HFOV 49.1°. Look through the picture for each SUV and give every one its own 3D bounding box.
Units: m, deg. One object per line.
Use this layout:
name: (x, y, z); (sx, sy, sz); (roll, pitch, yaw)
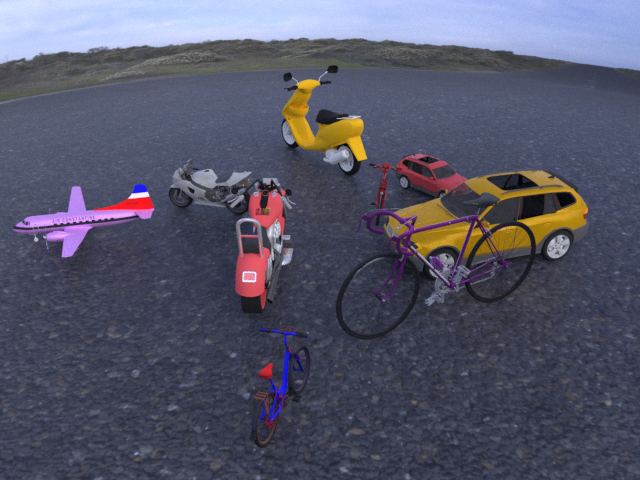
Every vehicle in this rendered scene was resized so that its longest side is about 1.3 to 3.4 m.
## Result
SUV: (2.056, -1.123, 12.532); (0.656, 0.580, 1.572); (-20, 33, -34)
SUV: (2.448, -0.322, 10.324); (3.058, 1.128, 1.276); (-8, 28, -16)

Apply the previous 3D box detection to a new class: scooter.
scooter: (0.005, -2.397, 13.725); (1.288, 1.786, 2.721); (-18, 32, -31)

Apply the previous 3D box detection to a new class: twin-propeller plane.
twin-propeller plane: (-3.670, -0.413, 10.880); (2.129, 0.792, 2.663); (-7, 27, -13)

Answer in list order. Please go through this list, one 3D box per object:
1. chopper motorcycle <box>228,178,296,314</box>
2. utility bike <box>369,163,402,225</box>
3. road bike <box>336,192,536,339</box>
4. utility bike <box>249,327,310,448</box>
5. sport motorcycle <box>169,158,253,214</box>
chopper motorcycle: (-0.759, -0.201, 9.692); (0.906, 1.480, 3.040); (1, 27, 3)
utility bike: (1.081, -0.875, 11.629); (0.535, 0.946, 1.435); (4, 27, 7)
road bike: (1.522, 0.259, 8.578); (3.004, 1.656, 0.696); (-13, 29, -24)
utility bike: (-0.435, 1.398, 7.100); (0.535, 0.946, 1.435); (10, 28, 19)
sport motorcycle: (-1.851, -0.871, 11.760); (1.520, 0.821, 0.506); (7, 27, 13)
